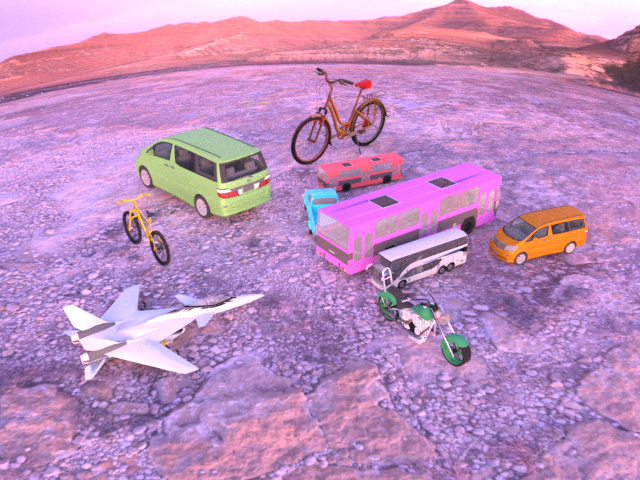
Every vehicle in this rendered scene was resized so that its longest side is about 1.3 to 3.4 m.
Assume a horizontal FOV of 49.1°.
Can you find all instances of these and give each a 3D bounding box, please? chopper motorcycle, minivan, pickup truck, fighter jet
[{"bbox_3d":[1.293,0.960,8.860,0.466,0.761,1.563,-20,34,-33],"label":"chopper motorcycle"},{"bbox_3d":[3.429,-0.098,11.006,1.548,0.616,0.681,-11,30,-19],"label":"minivan"},{"bbox_3d":[-2.228,-1.373,12.787,1.324,1.197,3.011,-24,36,-38],"label":"minivan"},{"bbox_3d":[0.078,-0.528,11.927,0.640,0.511,1.603,-3,28,-6],"label":"pickup truck"},{"bbox_3d":[-1.908,0.934,9.127,2.640,0.557,2.229,-16,32,-27],"label":"fighter jet"}]

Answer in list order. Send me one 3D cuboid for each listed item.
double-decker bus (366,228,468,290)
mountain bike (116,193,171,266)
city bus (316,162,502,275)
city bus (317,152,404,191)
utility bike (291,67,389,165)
[{"bbox_3d":[1.467,0.292,10.351,1.672,0.541,0.389,-17,32,-28],"label":"double-decker bus"},{"bbox_3d":[-2.728,-0.176,10.885,0.573,0.868,1.469,-22,35,-35],"label":"mountain bike"},{"bbox_3d":[1.488,-0.369,11.219,3.255,0.894,0.926,-19,33,-31],"label":"city bus"},{"bbox_3d":[0.791,-1.281,13.399,1.674,0.460,0.476,-13,31,-22],"label":"city bus"},{"bbox_3d":[0.540,-2.594,14.399,2.791,1.839,1.039,-23,36,-36],"label":"utility bike"}]
